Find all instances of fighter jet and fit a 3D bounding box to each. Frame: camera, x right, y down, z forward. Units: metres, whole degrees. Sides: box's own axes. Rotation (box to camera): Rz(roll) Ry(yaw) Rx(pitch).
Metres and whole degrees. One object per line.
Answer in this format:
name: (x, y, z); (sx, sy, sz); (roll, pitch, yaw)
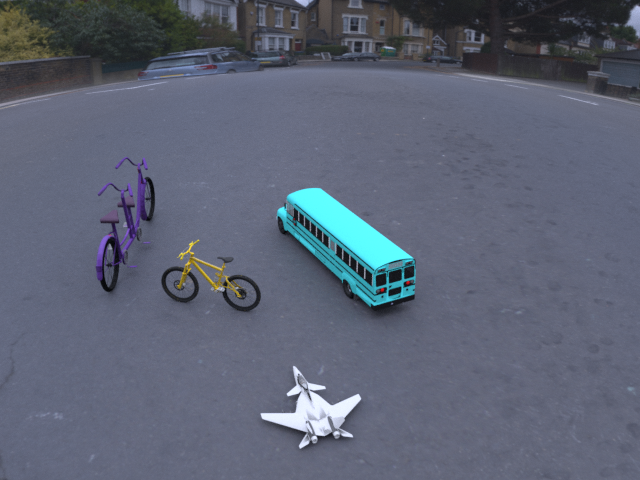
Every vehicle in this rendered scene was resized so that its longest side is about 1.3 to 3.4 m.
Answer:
fighter jet: (-0.124, 1.749, 7.880); (1.147, 0.286, 1.358); (-8, 28, -15)

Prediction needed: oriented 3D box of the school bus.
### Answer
school bus: (0.256, -0.008, 10.713); (0.709, 0.844, 3.322); (-13, 30, -24)

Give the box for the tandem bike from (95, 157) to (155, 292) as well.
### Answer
tandem bike: (-3.015, -0.400, 10.952); (0.550, 1.326, 3.192); (0, 27, 1)

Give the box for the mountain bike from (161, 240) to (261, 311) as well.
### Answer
mountain bike: (-1.516, 0.536, 9.619); (1.469, 0.868, 0.573); (7, 28, 13)
